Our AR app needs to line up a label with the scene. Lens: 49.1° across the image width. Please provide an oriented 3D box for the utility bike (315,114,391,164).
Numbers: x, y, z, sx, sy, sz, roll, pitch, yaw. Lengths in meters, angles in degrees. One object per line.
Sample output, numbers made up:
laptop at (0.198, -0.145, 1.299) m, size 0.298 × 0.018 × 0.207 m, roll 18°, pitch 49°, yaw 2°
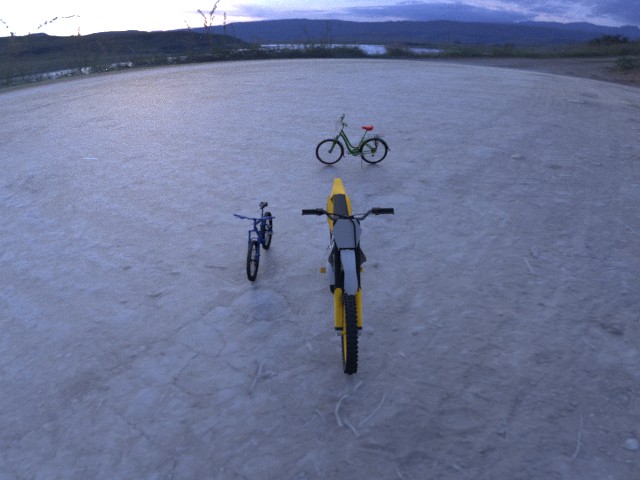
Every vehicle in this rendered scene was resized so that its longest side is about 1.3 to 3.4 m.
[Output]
utility bike at (0.634, -1.842, 13.166) m, size 1.435 × 0.946 × 0.535 m, roll -2°, pitch 28°, yaw -3°

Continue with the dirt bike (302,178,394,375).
dirt bike at (0.295, 0.236, 8.411) m, size 1.024 × 1.666 × 2.903 m, roll -1°, pitch 28°, yaw -2°

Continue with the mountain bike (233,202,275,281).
mountain bike at (-0.849, -0.064, 9.847) m, size 0.573 × 0.868 × 1.469 m, roll 4°, pitch 28°, yaw 7°
